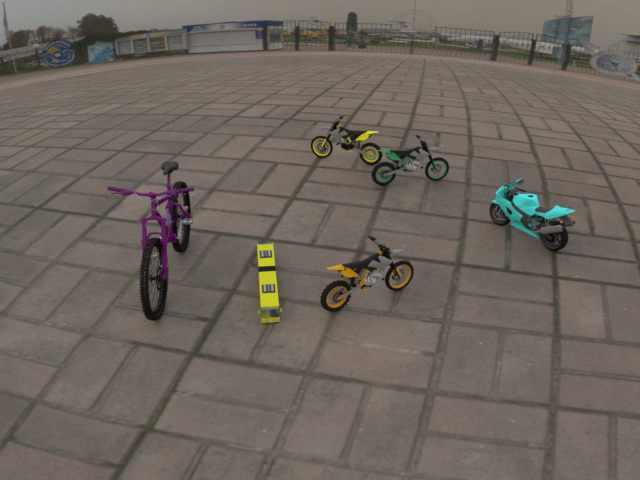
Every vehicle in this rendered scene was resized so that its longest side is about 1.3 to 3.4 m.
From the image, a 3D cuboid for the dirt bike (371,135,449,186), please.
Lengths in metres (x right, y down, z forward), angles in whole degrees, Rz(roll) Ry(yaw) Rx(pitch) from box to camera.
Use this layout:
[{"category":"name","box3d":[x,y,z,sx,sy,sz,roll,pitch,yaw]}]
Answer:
[{"category":"dirt bike","box3d":[1.682,-1.444,12.910,1.493,0.857,0.527,-5,30,-9]}]

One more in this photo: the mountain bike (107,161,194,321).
[{"category":"mountain bike","box3d":[-2.156,-0.184,9.799,1.114,1.688,2.857,0,29,1]}]

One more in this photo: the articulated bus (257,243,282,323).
[{"category":"articulated bus","box3d":[-0.741,0.569,9.885,0.311,0.289,1.749,-3,29,-5]}]

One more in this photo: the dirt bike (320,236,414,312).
[{"category":"dirt bike","box3d":[0.662,0.456,9.505,1.493,0.857,0.527,-15,33,-25]}]

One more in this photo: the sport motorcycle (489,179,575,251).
[{"category":"sport motorcycle","box3d":[3.317,-0.409,11.091,0.506,0.821,1.520,-21,35,-33]}]

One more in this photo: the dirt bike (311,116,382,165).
[{"category":"dirt bike","box3d":[0.514,-1.946,13.809,1.493,0.857,0.527,10,31,17]}]
